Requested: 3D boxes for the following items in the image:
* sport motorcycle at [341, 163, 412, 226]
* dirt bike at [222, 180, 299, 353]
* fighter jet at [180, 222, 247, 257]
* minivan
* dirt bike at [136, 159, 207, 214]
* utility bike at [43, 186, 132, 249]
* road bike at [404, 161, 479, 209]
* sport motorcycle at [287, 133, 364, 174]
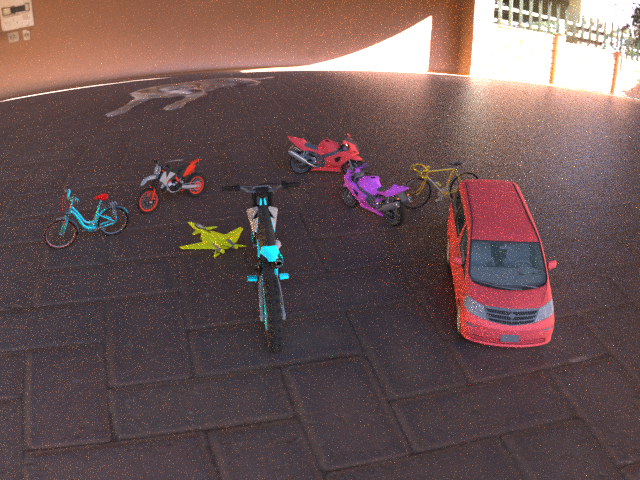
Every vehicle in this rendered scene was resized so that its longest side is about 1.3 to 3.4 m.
[{"bbox_3d":[0.920,-0.781,12.012,0.506,0.821,1.520,-23,35,-37],"label":"sport motorcycle"},{"bbox_3d":[-0.734,0.140,9.302,1.024,1.666,2.903,-4,28,-7],"label":"dirt bike"},{"bbox_3d":[-1.812,-0.139,11.350,1.147,0.286,1.358,-20,33,-34],"label":"fighter jet"},{"bbox_3d":[2.426,0.226,9.647,1.324,1.197,3.011,2,27,4],"label":"minivan"},{"bbox_3d":[-2.628,-1.014,12.425,0.527,0.857,1.493,24,36,38],"label":"dirt bike"},{"bbox_3d":[-3.668,-0.368,11.074,1.435,0.946,0.535,-18,32,-30],"label":"utility bike"},{"bbox_3d":[2.140,-0.987,12.379,1.545,0.852,0.358,-7,28,-14],"label":"road bike"},{"bbox_3d":[0.109,-1.652,13.701,1.520,0.821,0.506,4,28,9],"label":"sport motorcycle"}]
